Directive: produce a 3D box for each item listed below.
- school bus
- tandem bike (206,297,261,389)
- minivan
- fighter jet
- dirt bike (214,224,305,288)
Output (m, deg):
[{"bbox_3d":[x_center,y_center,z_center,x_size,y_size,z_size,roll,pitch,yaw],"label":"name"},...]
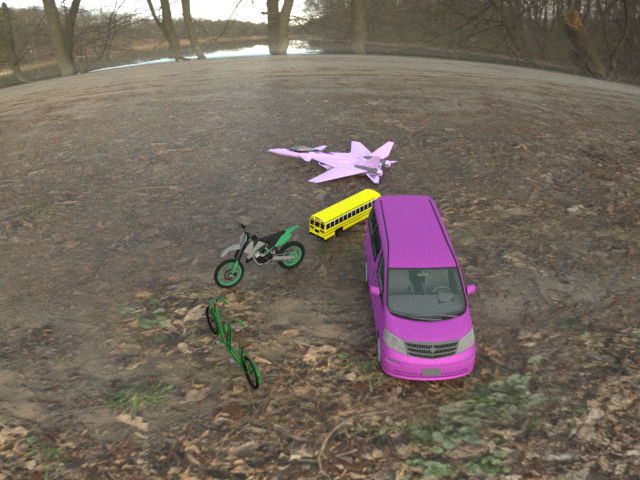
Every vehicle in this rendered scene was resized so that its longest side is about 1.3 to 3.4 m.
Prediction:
[{"bbox_3d":[0.529,-0.469,11.851,0.365,0.434,1.708,25,38,37],"label":"school bus"},{"bbox_3d":[-1.107,1.200,8.651,0.283,0.682,1.642,-16,33,-26],"label":"tandem bike"},{"bbox_3d":[1.259,0.529,9.313,1.324,1.197,3.011,-1,30,-1],"label":"minivan"},{"bbox_3d":[0.124,-1.748,13.984,2.640,0.557,2.229,12,32,21],"label":"fighter jet"},{"bbox_3d":[-0.871,0.195,10.249,1.493,0.857,0.527,-17,34,-27],"label":"dirt bike"}]
